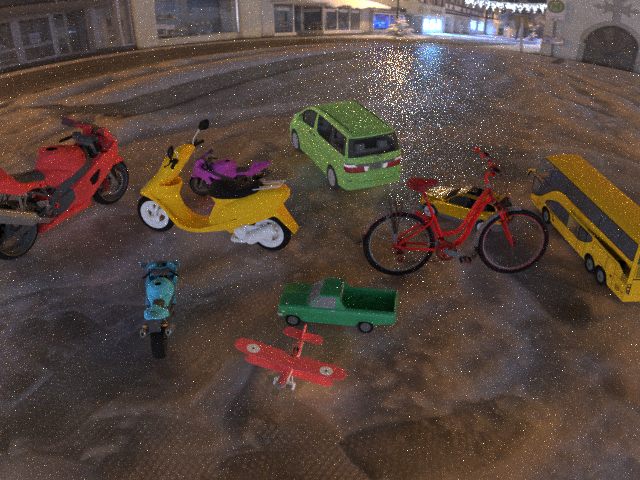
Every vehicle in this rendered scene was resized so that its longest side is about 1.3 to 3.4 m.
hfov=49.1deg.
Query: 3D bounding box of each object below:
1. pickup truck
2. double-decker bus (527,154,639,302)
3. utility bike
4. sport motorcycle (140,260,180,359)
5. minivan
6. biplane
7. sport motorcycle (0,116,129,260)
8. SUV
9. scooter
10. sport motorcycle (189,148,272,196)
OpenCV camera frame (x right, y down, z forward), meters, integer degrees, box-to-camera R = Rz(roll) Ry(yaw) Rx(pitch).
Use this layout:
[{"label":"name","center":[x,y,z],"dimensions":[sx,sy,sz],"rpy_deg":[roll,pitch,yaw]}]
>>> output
[{"label":"pickup truck","center":[0.243,0.815,9.289],"dimensions":[1.603,0.511,0.640],"rpy_deg":[4,31,7]},{"label":"double-decker bus","center":[4.169,-0.323,10.650],"dimensions":[0.756,1.052,3.251],"rpy_deg":[-5,31,-8]},{"label":"utility bike","center":[1.897,-0.355,9.942],"dimensions":[2.791,1.839,1.039],"rpy_deg":[-1,31,-1]},{"label":"sport motorcycle","center":[-2.039,0.828,8.967],"dimensions":[0.506,0.821,1.520],"rpy_deg":[-3,31,-6]},{"label":"minivan","center":[0.395,-1.968,13.235],"dimensions":[1.324,1.197,3.011],"rpy_deg":[-12,33,-19]},{"label":"biplane","center":[-0.305,1.415,8.301],"dimensions":[1.336,0.504,1.090],"rpy_deg":[8,32,13]},{"label":"sport motorcycle","center":[-4.155,-0.869,11.027],"dimensions":[0.983,1.596,2.955],"rpy_deg":[17,35,26]},{"label":"SUV","center":[2.418,-0.594,11.555],"dimensions":[1.572,0.580,0.656],"rpy_deg":[21,37,31]},{"label":"scooter","center":[-1.639,-0.758,10.661],"dimensions":[2.721,1.786,1.288],"rpy_deg":[9,32,15]},{"label":"sport motorcycle","center":[-1.559,-1.094,12.150],"dimensions":[1.520,0.821,0.506],"rpy_deg":[6,32,9]}]
